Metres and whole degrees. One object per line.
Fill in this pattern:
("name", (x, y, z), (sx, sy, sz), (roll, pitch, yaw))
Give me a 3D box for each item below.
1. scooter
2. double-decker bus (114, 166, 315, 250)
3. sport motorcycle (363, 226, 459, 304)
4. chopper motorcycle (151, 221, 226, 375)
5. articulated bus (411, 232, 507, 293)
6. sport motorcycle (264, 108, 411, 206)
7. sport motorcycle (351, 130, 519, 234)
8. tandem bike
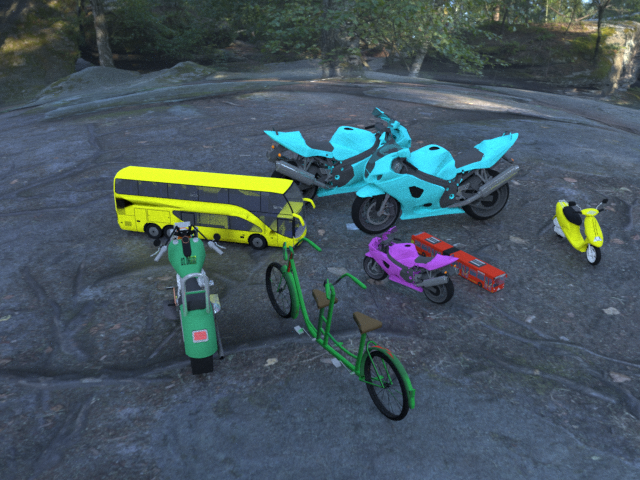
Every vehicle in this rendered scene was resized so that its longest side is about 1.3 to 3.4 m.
("scooter", (4.072, -0.268, 11.020), (0.662, 0.919, 1.399), (-5, 26, -10))
("double-decker bus", (-1.742, -0.531, 11.411), (3.251, 1.052, 0.756), (6, 26, 12))
("sport motorcycle", (1.241, 0.361, 9.835), (1.520, 0.821, 0.506), (19, 32, 34))
("chopper motorcycle", (-1.658, 0.442, 8.915), (0.906, 1.480, 3.040), (-6, 27, -13))
("articulated bus", (2.049, 0.309, 10.552), (0.311, 0.289, 1.749), (-17, 31, -32))
("sport motorcycle", (0.449, -1.425, 12.630), (2.955, 1.596, 0.983), (-8, 27, -16))
("sport motorcycle", (1.927, -0.972, 11.696), (2.955, 1.596, 0.983), (-8, 27, -16))
("tandem bike", (0.105, 0.878, 8.193), (0.550, 1.326, 3.192), (-15, 30, -28))
